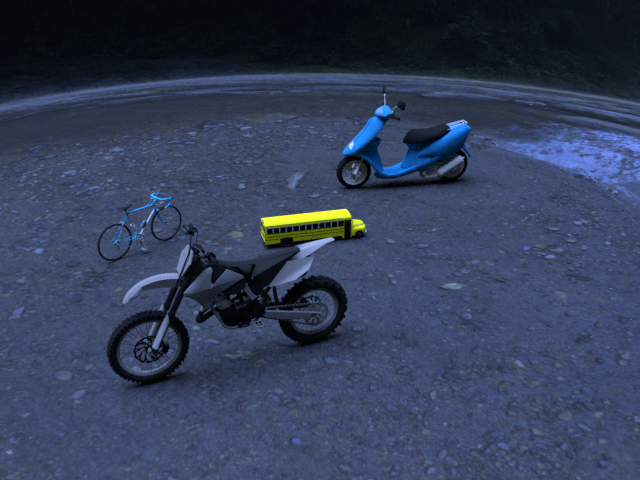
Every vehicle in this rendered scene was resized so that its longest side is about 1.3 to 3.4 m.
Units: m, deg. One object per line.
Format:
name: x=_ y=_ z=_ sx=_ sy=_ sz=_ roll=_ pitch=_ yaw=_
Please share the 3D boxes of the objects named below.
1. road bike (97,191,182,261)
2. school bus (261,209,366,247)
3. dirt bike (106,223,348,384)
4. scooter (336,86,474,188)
road bike: x=-2.779 y=-0.232 z=10.840 sx=0.358 sy=0.852 sz=1.545 roll=22 pitch=33 yaw=37
school bus: x=-0.090 y=-0.205 z=11.264 sx=1.708 sy=0.434 sz=0.365 roll=-7 pitch=27 yaw=-14
dirt bike: x=-0.991 y=0.692 z=7.995 sx=2.903 sy=1.666 sz=1.024 roll=-11 pitch=28 yaw=-22
scooter: x=1.643 y=-1.893 z=13.198 sx=2.721 sy=1.786 sz=1.288 roll=-5 pitch=26 yaw=-10
